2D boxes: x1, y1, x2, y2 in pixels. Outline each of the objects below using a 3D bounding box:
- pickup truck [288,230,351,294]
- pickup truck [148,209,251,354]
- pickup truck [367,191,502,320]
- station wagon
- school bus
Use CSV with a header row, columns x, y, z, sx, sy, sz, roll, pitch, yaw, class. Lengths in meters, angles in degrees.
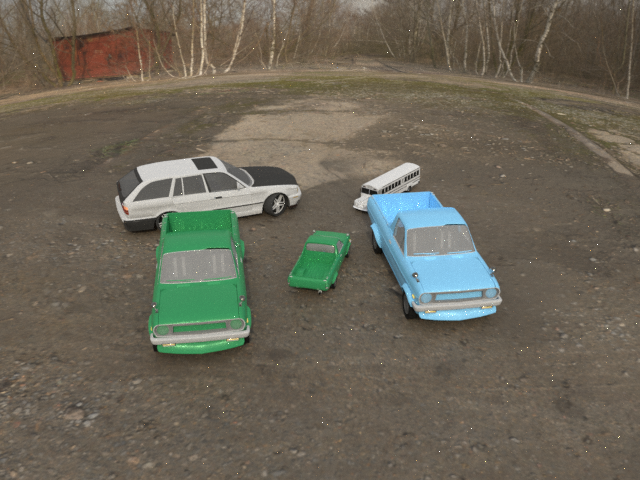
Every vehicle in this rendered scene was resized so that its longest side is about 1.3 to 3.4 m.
x,y,z,sx,sy,sz,roll,pitch,yaw,class
0.017,0.245,10.070,0.640,0.511,1.603,6,27,12,pickup truck
-1.599,0.347,9.321,1.244,0.993,3.117,-4,27,-8,pickup truck
1.513,0.033,9.955,1.244,0.993,3.117,-4,27,-7,pickup truck
-1.868,-0.890,11.899,3.105,0.920,1.327,-10,28,-19,station wagon
1.208,-0.944,12.556,0.365,0.434,1.708,19,32,34,school bus
